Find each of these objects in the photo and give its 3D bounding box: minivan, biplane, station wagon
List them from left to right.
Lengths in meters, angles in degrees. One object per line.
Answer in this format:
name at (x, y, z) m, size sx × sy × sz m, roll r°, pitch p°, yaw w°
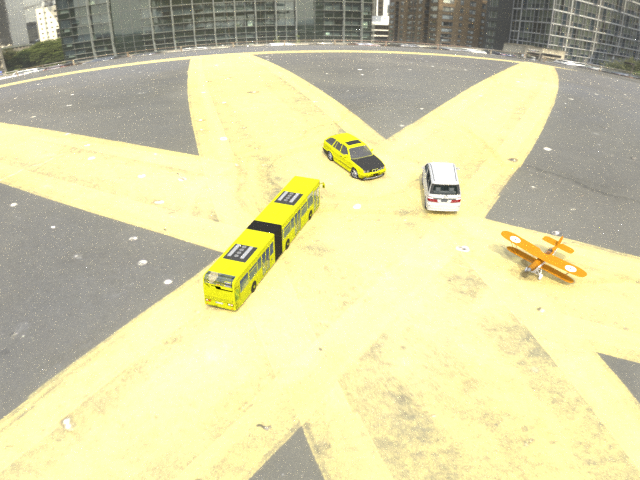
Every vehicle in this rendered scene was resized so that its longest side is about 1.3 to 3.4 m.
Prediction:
station wagon at (0.659, -1.662, 13.567) m, size 0.682 × 0.473 × 1.597 m, roll -15°, pitch 34°, yaw -24°
minivan at (2.137, -1.036, 12.354) m, size 0.681 × 0.616 × 1.548 m, roll 2°, pitch 30°, yaw 4°
biplane at (3.316, 0.253, 10.259) m, size 1.336 × 0.504 × 1.090 m, roll 24°, pitch 38°, yaw 35°

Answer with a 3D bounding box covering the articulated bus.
articulated bus at (-0.775, -0.070, 10.756) m, size 0.605 × 0.561 × 3.401 m, roll 10°, pitch 32°, yaw 17°
